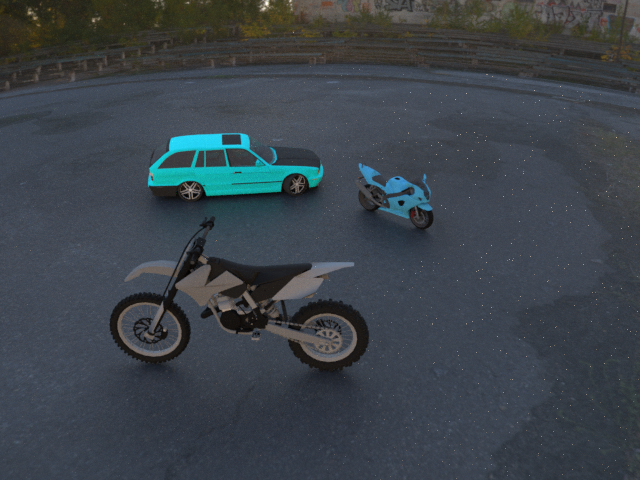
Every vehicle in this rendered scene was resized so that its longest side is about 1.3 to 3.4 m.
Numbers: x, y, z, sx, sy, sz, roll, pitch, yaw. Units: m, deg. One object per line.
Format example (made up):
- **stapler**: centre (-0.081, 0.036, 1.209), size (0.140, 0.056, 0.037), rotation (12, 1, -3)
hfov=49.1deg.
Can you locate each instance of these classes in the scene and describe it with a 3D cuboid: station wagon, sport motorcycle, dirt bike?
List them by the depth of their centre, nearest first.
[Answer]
- **dirt bike**: centre (-0.909, 0.699, 7.613), size (2.903, 1.666, 1.024), rotation (2, 27, 3)
- **sport motorcycle**: centre (1.212, -0.719, 11.348), size (1.520, 0.821, 0.506), rotation (23, 35, 37)
- **station wagon**: centre (-1.491, -1.378, 12.538), size (3.105, 0.920, 1.327), rotation (-3, 27, -7)
